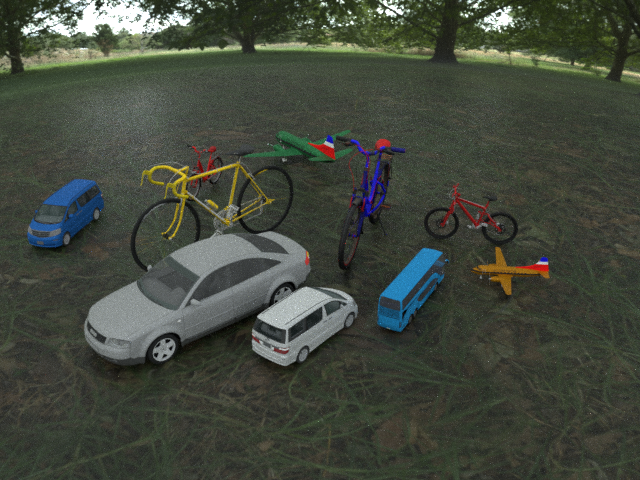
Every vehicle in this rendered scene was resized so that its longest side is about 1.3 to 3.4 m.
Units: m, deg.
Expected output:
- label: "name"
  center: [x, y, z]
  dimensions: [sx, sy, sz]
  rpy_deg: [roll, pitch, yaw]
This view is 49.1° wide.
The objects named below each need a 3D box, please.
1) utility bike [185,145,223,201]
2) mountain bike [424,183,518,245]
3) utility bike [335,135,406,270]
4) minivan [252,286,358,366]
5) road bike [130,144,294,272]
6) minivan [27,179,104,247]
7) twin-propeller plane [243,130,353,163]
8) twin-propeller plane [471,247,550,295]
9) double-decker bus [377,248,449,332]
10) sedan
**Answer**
- label: "utility bike"
  center: [-2.065, -1.315, 12.775]
  dimensions: [0.535, 0.946, 1.435]
  rpy_deg: [10, 29, 18]
- label: "mountain bike"
  center: [2.389, -0.366, 11.043]
  dimensions: [1.469, 0.868, 0.573]
  rpy_deg: [6, 28, 10]
- label: "utility bike"
  center: [0.837, -0.783, 10.793]
  dimensions: [1.039, 1.839, 2.791]
  rpy_deg: [9, 29, 16]
- label: "minivan"
  center: [-0.152, 0.965, 8.770]
  dimensions: [0.681, 0.616, 1.548]
  rpy_deg: [20, 34, 34]
- label: "road bike"
  center: [-1.542, -0.562, 10.568]
  dimensions: [3.004, 1.656, 0.696]
  rpy_deg: [-23, 36, -37]
- label: "minivan"
  center: [-4.168, -0.446, 11.469]
  dimensions: [0.681, 0.616, 1.548]
  rpy_deg: [6, 28, 12]
- label: "twin-propeller plane"
  center: [-0.328, -1.977, 14.208]
  dimensions: [2.663, 0.792, 2.129]
  rpy_deg: [-18, 33, -31]
- label: "twin-propeller plane"
  center: [2.731, 0.404, 10.068]
  dimensions: [1.095, 0.407, 1.370]
  rpy_deg: [3, 28, 6]
- label: "double-decker bus"
  center: [1.277, 0.628, 9.495]
  dimensions: [0.389, 0.541, 1.672]
  rpy_deg: [15, 31, 26]
- label: "sedan"
  center: [-1.533, 0.595, 9.127]
  dimensions: [3.137, 0.940, 1.235]
  rpy_deg: [-22, 35, -36]
